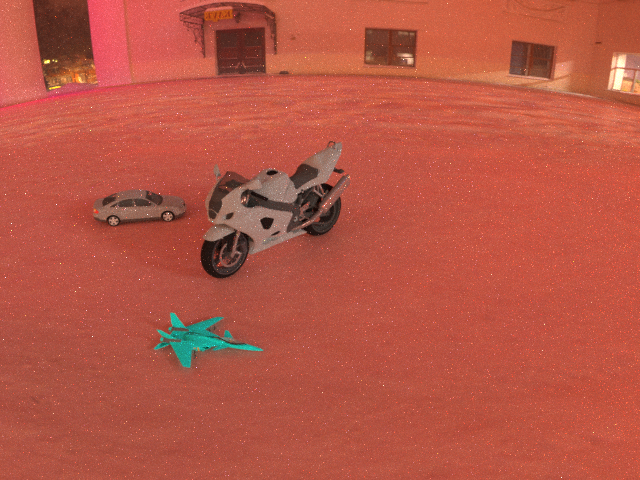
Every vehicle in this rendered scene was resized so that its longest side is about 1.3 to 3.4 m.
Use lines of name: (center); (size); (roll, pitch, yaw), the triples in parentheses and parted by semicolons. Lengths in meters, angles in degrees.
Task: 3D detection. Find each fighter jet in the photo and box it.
fighter jet: (-1.364, 1.230, 8.857); (1.358, 0.286, 1.147); (6, 27, 12)

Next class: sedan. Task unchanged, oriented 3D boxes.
sedan: (-3.184, -0.618, 12.370); (1.613, 0.483, 0.635); (-5, 27, -10)

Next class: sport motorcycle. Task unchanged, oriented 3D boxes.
sport motorcycle: (-0.680, -0.511, 10.898); (0.983, 1.596, 2.955); (23, 34, 38)
